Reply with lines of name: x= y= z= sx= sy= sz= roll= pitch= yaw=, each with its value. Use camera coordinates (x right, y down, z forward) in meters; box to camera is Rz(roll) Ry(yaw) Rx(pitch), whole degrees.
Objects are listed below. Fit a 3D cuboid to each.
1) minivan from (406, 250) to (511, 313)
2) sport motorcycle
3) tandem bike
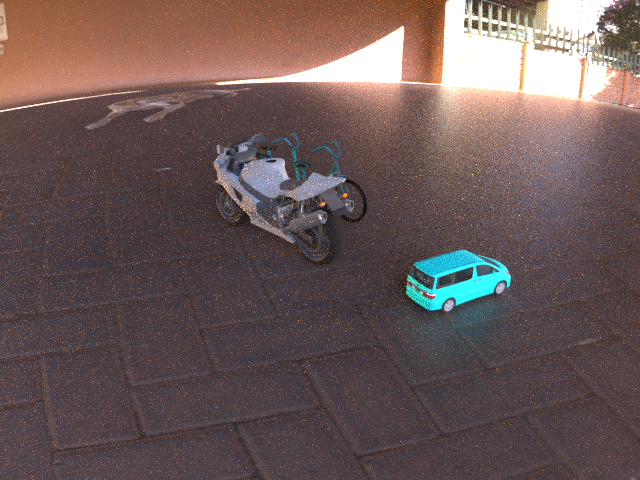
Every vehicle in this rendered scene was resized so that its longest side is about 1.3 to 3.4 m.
minivan: x=1.965 y=0.502 z=9.761 sx=1.548 sy=0.616 sz=0.681 roll=-14 pitch=29 yaw=-27
sport motorcycle: x=-0.717 y=-0.672 z=11.069 sx=2.955 sy=1.596 sz=0.983 roll=23 pitch=34 yaw=39
tandem bike: x=-0.408 y=-1.260 z=12.601 sx=3.192 sy=1.326 sz=0.550 roll=21 pitch=33 yaw=37
